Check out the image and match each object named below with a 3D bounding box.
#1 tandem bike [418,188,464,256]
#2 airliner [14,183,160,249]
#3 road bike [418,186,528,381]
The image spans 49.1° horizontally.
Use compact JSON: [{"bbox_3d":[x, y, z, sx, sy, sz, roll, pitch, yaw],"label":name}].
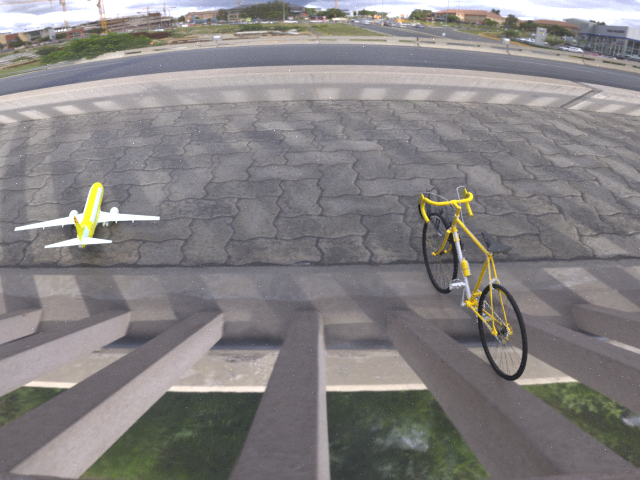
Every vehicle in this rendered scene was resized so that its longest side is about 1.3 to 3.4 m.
[{"bbox_3d":[1.929,-0.362,11.250,0.283,0.682,1.642,-9,32,-15],"label":"tandem bike"},{"bbox_3d":[-3.785,-0.568,11.447,2.257,0.835,2.541,-5,31,-8],"label":"airliner"},{"bbox_3d":[1.915,0.425,8.960,0.696,1.656,3.004,-8,31,-13],"label":"road bike"}]
